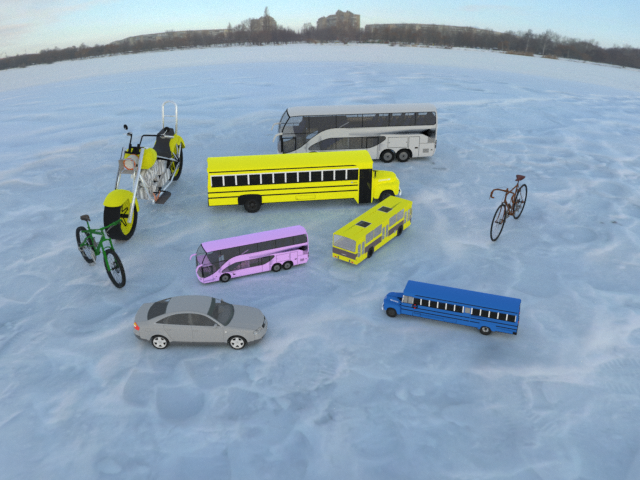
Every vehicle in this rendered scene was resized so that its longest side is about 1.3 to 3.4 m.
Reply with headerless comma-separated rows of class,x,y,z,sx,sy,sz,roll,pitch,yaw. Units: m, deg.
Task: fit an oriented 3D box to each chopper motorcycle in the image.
chopper motorcycle,-2.901,-1.221,11.642,0.906,1.480,3.040,4,28,8

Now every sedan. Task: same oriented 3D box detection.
sedan,-1.449,0.963,8.508,1.613,0.483,0.635,0,27,1

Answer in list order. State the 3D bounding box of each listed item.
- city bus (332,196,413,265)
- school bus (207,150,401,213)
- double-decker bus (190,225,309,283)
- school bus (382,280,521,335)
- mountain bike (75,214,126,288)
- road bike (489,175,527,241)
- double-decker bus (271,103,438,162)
city bus,0.828,-0.153,10.688,0.476,0.460,1.674,18,32,31
school bus,-0.256,-1.033,11.969,3.322,0.844,0.709,-4,28,-7
double-decker bus,-0.977,0.206,9.906,1.672,0.541,0.389,-11,29,-20
school bus,1.632,0.836,8.807,1.708,0.434,0.365,9,29,17
mountain bike,-3.098,0.094,9.768,0.573,0.868,1.469,-22,34,-35
road bike,3.008,-0.559,11.046,0.358,0.852,1.545,17,32,30
double-decker bus,0.676,-2.104,13.811,3.251,1.052,0.756,-3,27,-5
